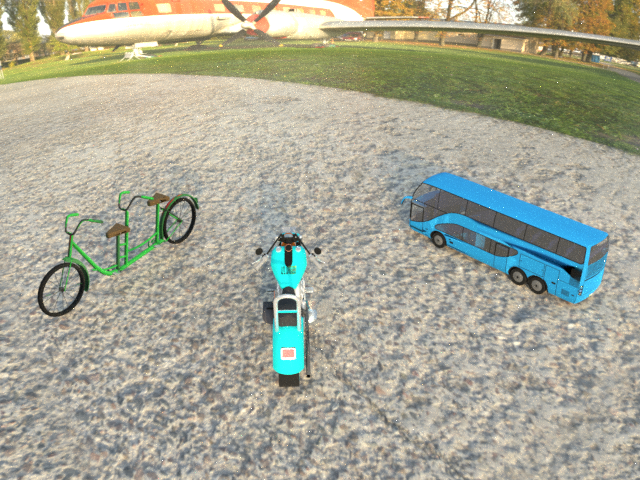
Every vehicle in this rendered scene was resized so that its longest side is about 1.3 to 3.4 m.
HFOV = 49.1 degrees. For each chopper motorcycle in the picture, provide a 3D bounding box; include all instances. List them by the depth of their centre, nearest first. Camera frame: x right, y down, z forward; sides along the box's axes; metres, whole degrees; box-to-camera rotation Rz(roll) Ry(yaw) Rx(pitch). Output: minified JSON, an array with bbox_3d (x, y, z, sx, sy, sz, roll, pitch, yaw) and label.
[{"bbox_3d":[-0.393,0.547,9.033,0.906,1.480,3.040,-1,30,-2],"label":"chopper motorcycle"}]

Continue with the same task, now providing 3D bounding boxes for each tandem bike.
[{"bbox_3d":[-2.855,-0.066,10.255,0.550,1.326,3.192,17,34,27],"label":"tandem bike"}]

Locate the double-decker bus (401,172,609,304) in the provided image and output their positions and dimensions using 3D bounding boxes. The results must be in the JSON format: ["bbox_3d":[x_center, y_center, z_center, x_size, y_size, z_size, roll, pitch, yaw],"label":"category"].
[{"bbox_3d":[2.702,-0.134,10.648,0.756,1.052,3.251,-25,38,-36],"label":"double-decker bus"}]
